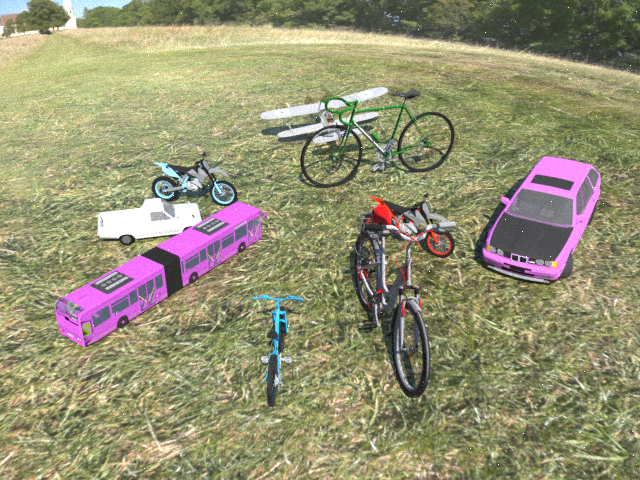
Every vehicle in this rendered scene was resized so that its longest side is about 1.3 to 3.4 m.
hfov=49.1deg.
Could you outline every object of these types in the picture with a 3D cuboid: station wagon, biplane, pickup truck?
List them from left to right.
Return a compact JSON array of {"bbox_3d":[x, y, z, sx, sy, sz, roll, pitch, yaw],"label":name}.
[{"bbox_3d":[-2.632,-0.331,10.852,1.603,0.511,0.640,-8,31,-13],"label":"pickup truck"},{"bbox_3d":[0.145,-2.351,13.909,2.598,0.981,2.120,-6,30,-10],"label":"biplane"},{"bbox_3d":[3.444,-0.448,10.644,1.327,0.920,3.105,15,33,25],"label":"station wagon"}]

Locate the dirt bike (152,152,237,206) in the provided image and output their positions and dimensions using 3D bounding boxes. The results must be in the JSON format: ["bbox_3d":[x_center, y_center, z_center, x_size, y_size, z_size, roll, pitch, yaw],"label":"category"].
[{"bbox_3d":[-2.111,-0.990,11.655,1.493,0.857,0.527,5,30,9],"label":"dirt bike"}]

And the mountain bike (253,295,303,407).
[{"bbox_3d":[-0.489,1.161,7.886,0.573,0.868,1.469,1,30,2],"label":"mountain bike"}]

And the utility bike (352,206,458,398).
[{"bbox_3d":[0.893,0.417,8.207,1.039,1.839,2.791,-6,30,-11],"label":"utility bike"}]

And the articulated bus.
[{"bbox_3d":[-2.031,0.352,9.609,0.605,0.561,3.401,19,35,30],"label":"articulated bus"}]

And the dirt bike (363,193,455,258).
[{"bbox_3d":[1.313,-0.255,10.371,1.493,0.857,0.527,17,34,26],"label":"dirt bike"}]

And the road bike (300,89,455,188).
[{"bbox_3d":[1.069,-1.821,12.303,3.004,1.656,0.697,-11,31,-18],"label":"road bike"}]
